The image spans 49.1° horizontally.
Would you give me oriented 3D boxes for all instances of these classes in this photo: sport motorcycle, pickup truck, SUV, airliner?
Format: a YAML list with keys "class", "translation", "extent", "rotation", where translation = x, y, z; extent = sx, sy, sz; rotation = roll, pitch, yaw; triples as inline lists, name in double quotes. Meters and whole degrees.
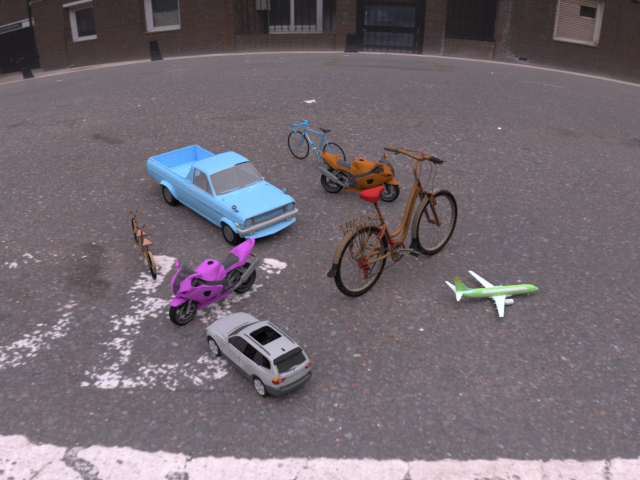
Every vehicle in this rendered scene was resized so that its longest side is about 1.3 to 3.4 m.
- class: "sport motorcycle"
  translation: [0.698, -1.148, 12.501]
  extent: [1.520, 0.821, 0.506]
  rotation: [11, 31, 19]
- class: "sport motorcycle"
  translation: [-1.435, 0.556, 9.483]
  extent: [0.506, 0.821, 1.520]
  rotation: [24, 37, 36]
- class: "pickup truck"
  translation: [-1.749, -0.960, 11.994]
  extent: [1.244, 0.993, 3.117]
  rotation: [-23, 37, -35]
- class: "SUV"
  translation: [-0.759, 1.281, 8.444]
  extent: [0.656, 0.580, 1.572]
  rotation: [-23, 37, -34]
- class: "airliner"
  translation: [2.444, 0.640, 9.733]
  extent: [1.307, 0.429, 1.161]
  rotation: [-5, 30, -9]

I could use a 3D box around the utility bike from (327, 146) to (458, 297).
- class: "utility bike"
  translation: [1.057, -0.350, 10.053]
  extent: [2.791, 1.839, 1.039]
  rotation: [-25, 38, -37]

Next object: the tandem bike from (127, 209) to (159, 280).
- class: "tandem bike"
  translation: [-2.691, 0.002, 10.606]
  extent: [0.283, 0.682, 1.642]
  rotation: [-13, 32, -21]

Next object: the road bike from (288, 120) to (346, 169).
- class: "road bike"
  translation: [-0.082, -1.865, 13.742]
  extent: [1.545, 0.852, 0.358]
  rotation: [24, 37, 36]
